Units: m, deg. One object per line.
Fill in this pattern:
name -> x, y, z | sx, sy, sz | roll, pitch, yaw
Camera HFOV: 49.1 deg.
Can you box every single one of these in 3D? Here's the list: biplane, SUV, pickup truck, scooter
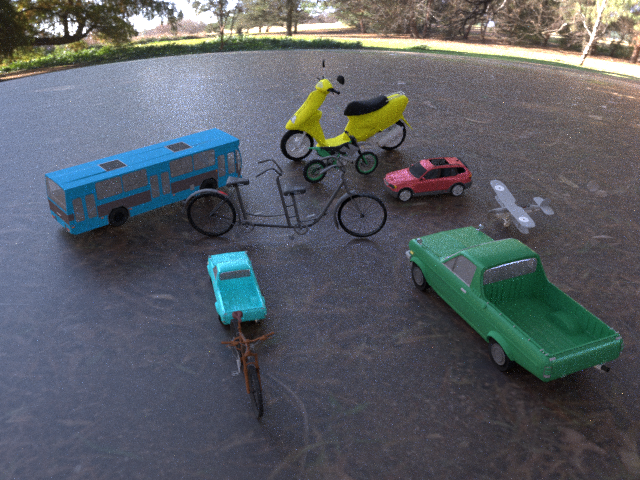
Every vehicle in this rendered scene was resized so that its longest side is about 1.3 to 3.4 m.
biplane -> 3.242, -0.489, 11.359 | 1.090, 0.504, 1.336 | -7, 30, -12
SUV -> 1.908, -1.113, 12.391 | 1.572, 0.580, 0.656 | -6, 30, -11
pickup truck -> -1.143, 0.587, 9.442 | 0.640, 0.511, 1.603 | -7, 30, -13
pickup truck -> 2.318, 0.625, 8.882 | 1.244, 0.993, 3.117 | -12, 32, -20
scooter -> 0.536, -2.492, 13.610 | 2.721, 1.786, 1.288 | -8, 30, -14

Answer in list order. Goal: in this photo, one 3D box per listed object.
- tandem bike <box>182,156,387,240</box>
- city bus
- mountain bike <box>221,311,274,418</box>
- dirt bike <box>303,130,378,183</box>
tandem bike -> -0.552, -0.626, 10.766 | 3.192, 1.326, 0.550 | 1, 29, 1
city bus -> -2.885, -1.021, 11.906 | 3.255, 0.894, 0.926 | -23, 37, -35
mountain bike -> -0.841, 1.285, 7.837 | 0.573, 0.868, 1.469 | -9, 31, -15
dirt bike -> 0.388, -1.512, 12.817 | 1.493, 0.857, 0.527 | -10, 31, -17
